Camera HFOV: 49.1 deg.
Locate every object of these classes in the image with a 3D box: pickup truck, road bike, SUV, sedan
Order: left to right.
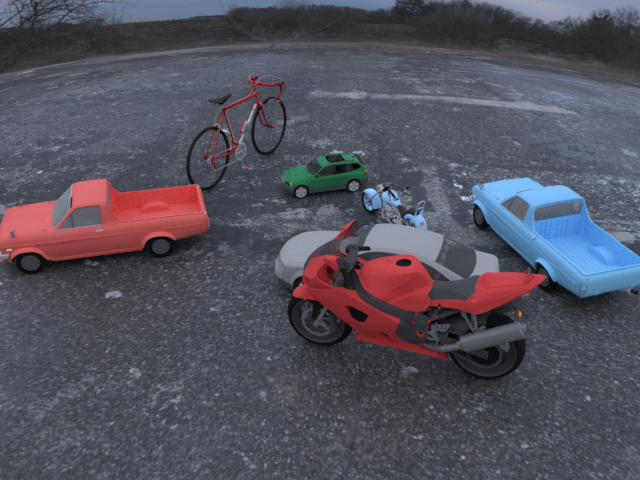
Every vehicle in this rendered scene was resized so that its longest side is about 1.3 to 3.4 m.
[{"bbox_3d":[-3.284,-0.343,10.712,3.117,0.993,1.244,-8,32,-13],"label":"pickup truck"},{"bbox_3d":[-1.481,-2.047,12.934,0.696,1.656,3.004,18,35,27],"label":"road bike"},{"bbox_3d":[0.086,-1.192,12.548,1.572,0.580,0.656,-8,32,-13],"label":"SUV"},{"bbox_3d":[0.895,0.323,9.641,3.137,0.940,1.235,9,32,15],"label":"sedan"},{"bbox_3d":[3.451,-0.192,10.457,1.244,0.993,3.117,-9,32,-15],"label":"pickup truck"}]

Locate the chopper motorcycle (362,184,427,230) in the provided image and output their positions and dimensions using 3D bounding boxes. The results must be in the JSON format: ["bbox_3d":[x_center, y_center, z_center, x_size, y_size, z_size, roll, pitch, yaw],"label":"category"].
[{"bbox_3d":[1.179,-0.565,11.313,0.466,0.761,1.563,-18,35,-27],"label":"chopper motorcycle"}]

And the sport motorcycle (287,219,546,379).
[{"bbox_3d":[1.012,0.776,8.234,2.955,1.596,0.983,9,32,14],"label":"sport motorcycle"}]
